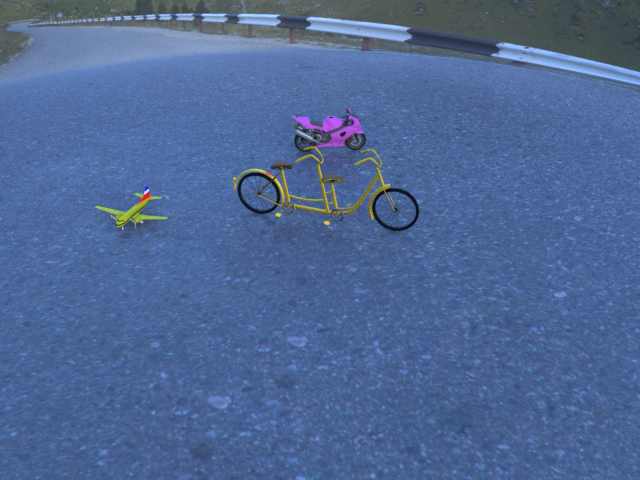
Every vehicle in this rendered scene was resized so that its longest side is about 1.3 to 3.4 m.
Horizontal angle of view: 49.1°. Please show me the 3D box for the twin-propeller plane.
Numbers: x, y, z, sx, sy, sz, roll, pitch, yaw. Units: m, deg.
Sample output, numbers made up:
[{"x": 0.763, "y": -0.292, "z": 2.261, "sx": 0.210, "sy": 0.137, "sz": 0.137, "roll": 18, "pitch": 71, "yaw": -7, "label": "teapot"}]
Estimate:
[{"x": -3.137, "y": -0.535, "z": 11.801, "sx": 1.370, "sy": 0.407, "sz": 1.095, "roll": 9, "pitch": 31, "yaw": 16, "label": "twin-propeller plane"}]

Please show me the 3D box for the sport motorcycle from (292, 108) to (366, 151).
[{"x": 0.193, "y": -2.219, "z": 14.351, "sx": 1.520, "sy": 0.821, "sz": 0.506, "roll": -2, "pitch": 30, "yaw": -4, "label": "sport motorcycle"}]

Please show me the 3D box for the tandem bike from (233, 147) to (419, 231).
[{"x": 0.058, "y": -0.884, "z": 11.485, "sx": 3.192, "sy": 1.326, "sz": 0.550, "roll": 8, "pitch": 30, "yaw": 14, "label": "tandem bike"}]
